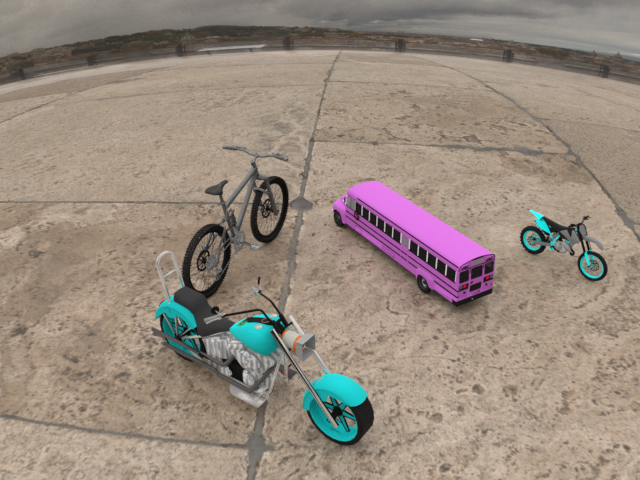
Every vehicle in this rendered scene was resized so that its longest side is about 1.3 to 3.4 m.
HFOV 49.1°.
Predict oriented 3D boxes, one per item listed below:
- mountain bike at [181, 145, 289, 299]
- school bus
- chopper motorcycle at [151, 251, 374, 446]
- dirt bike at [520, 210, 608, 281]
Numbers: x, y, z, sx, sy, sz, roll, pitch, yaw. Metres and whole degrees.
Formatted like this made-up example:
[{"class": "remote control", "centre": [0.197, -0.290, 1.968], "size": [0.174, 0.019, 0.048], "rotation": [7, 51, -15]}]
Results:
[{"class": "mountain bike", "centre": [-1.181, -0.350, 10.353], "size": [1.114, 1.688, 2.857], "rotation": [14, 33, 22]}, {"class": "school bus", "centre": [1.279, -0.099, 10.763], "size": [0.709, 0.844, 3.322], "rotation": [-17, 34, -27]}, {"class": "chopper motorcycle", "centre": [-0.735, 1.178, 7.899], "size": [3.040, 1.480, 0.906], "rotation": [19, 35, 30]}, {"class": "dirt bike", "centre": [3.677, 0.024, 10.535], "size": [0.527, 0.857, 1.493], "rotation": [-23, 37, -34]}]
